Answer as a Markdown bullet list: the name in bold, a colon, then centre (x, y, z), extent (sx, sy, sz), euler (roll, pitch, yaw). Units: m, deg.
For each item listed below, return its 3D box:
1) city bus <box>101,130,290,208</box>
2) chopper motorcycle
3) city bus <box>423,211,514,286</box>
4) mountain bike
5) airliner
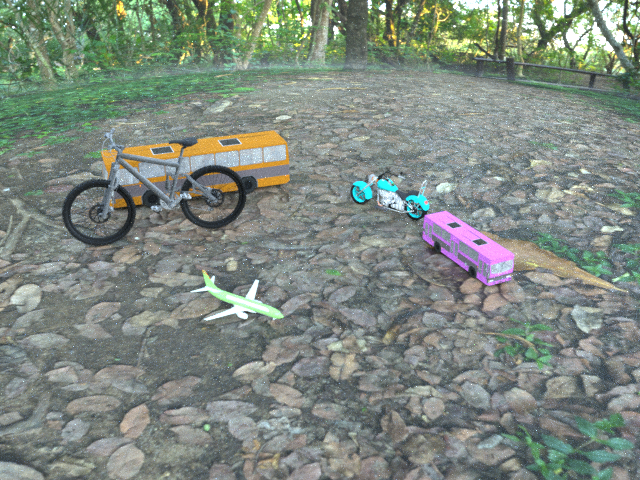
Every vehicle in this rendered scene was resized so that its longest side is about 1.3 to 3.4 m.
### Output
- **city bus**: centre (-2.216, -1.271, 12.662), extent (3.255, 0.894, 0.926), euler (-10, 28, -19)
- **chopper motorcycle**: centre (1.175, -0.827, 11.920), extent (1.563, 0.761, 0.466), euler (20, 33, 35)
- **city bus**: centre (2.156, 0.112, 10.371), extent (0.476, 0.460, 1.674), euler (-12, 29, -23)
- **mountain bike**: centre (-2.548, -0.822, 10.871), extent (2.857, 1.688, 1.114), euler (-9, 28, -18)
- **airliner**: centre (-1.031, 0.729, 9.166), extent (1.307, 0.429, 1.161), euler (14, 30, 26)
